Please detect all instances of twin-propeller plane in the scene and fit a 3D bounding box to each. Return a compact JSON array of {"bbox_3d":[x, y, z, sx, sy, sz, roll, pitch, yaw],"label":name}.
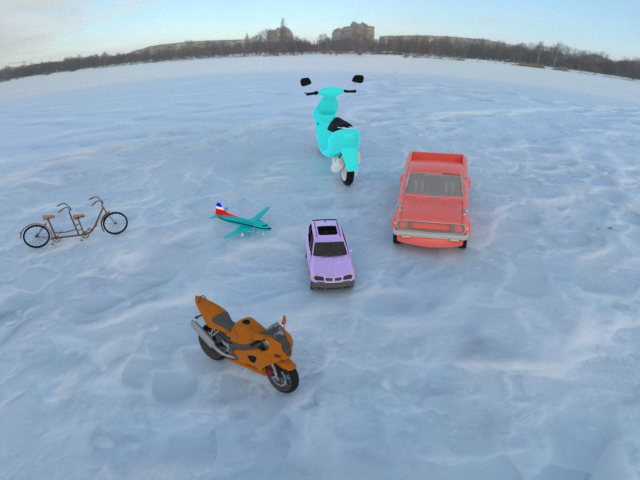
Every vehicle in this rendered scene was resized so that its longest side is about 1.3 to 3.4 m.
[{"bbox_3d":[-1.271,-0.344,11.507,1.095,0.407,1.370,13,29,24],"label":"twin-propeller plane"}]

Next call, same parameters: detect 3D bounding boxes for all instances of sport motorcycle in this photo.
[{"bbox_3d":[-0.848,1.178,7.962,1.520,0.821,0.506,18,32,33],"label":"sport motorcycle"}]

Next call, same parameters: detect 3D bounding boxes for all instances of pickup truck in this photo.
[{"bbox_3d":[1.939,-0.853,11.876,1.244,0.993,3.117,5,27,9],"label":"pickup truck"}]

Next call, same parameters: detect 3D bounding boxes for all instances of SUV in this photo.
[{"bbox_3d":[0.122,0.186,10.239,0.656,0.580,1.572,-2,26,-4],"label":"SUV"}]

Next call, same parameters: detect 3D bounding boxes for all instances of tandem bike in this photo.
[{"bbox_3d":[-3.892,-0.287,11.081,1.642,0.682,0.283,-11,28,-21],"label":"tandem bike"}]

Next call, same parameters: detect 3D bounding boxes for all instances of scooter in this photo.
[{"bbox_3d":[0.308,-2.271,13.848,1.288,1.786,2.721,-6,27,-12],"label":"scooter"}]
